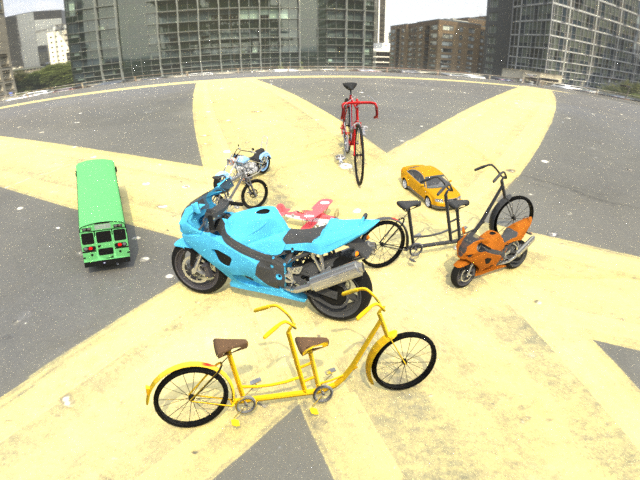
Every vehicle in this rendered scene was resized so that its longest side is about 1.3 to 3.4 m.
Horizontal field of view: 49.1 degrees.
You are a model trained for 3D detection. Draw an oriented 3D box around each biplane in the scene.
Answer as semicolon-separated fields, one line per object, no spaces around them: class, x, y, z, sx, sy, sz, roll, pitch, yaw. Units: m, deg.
biplane;-0.208;-0.407;11.607;1.090;0.504;1.336;8;28;15

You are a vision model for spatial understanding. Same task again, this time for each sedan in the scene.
sedan;2.034;-1.041;12.897;0.635;0.483;1.613;-9;28;-18

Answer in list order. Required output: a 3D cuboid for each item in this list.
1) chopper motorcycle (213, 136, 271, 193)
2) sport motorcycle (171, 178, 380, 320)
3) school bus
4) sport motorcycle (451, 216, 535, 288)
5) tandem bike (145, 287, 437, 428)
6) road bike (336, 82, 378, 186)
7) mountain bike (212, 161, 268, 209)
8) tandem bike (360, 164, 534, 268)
chopper motorcycle;-1.481;-1.457;13.416;0.466;0.761;1.563;18;32;31
sport motorcycle;-0.672;0.171;9.235;2.955;1.596;0.983;9;28;17
school bus;-3.623;-0.573;11.560;0.709;0.844;3.322;-8;28;-16
sport motorcycle;2.483;0.166;10.110;1.520;0.821;0.506;-17;31;-30
tandem bike;-0.233;1.249;7.385;3.192;1.326;0.550;-7;27;-13
road bike;0.658;-2.246;13.993;0.696;1.656;3.004;-2;27;-4
mountain bike;-1.502;-0.815;12.016;1.469;0.868;0.573;-20;33;-35
tandem bike;1.968;-0.381;10.638;3.192;1.326;0.550;-11;28;-20
